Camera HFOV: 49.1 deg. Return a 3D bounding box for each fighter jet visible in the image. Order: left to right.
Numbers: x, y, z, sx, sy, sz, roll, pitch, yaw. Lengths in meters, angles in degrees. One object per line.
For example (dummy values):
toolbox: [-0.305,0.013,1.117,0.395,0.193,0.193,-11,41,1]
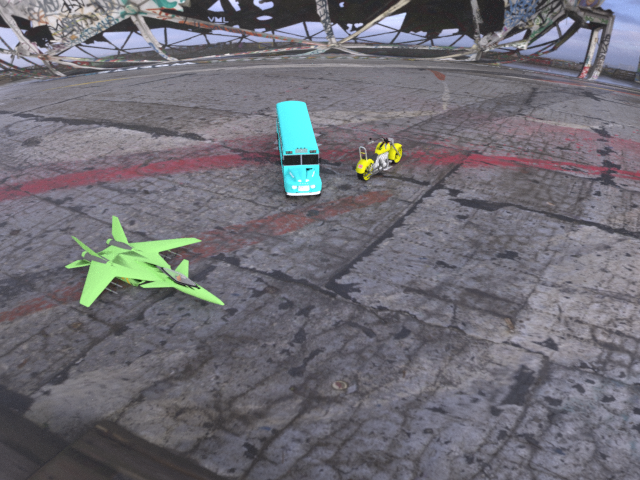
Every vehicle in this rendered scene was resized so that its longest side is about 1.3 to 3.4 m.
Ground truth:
fighter jet: [-2.393,0.370,10.090,2.640,0.557,2.229,18,34,30]

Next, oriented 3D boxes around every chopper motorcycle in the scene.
chopper motorcycle: [1.179,-1.659,13.544,0.466,0.761,1.563,19,34,30]

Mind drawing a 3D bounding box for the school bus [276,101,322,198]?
school bus: [-0.454,-1.826,13.760,0.709,0.844,3.322,-3,29,-5]
